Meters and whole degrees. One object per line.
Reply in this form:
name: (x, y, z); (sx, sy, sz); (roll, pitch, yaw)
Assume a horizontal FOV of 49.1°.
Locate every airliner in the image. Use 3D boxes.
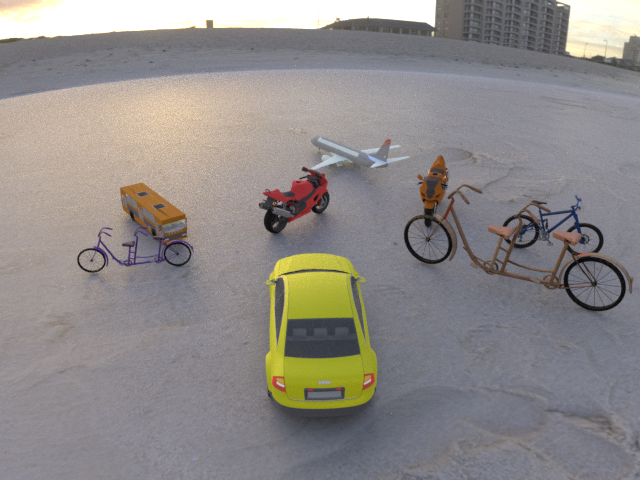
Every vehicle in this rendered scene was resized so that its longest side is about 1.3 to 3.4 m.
airliner: (0.572, -1.907, 13.948); (2.257, 0.835, 2.541); (-19, 32, -33)

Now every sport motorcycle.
sport motorcycle: (-0.367, -0.657, 11.449); (0.506, 0.821, 1.520); (22, 34, 37)
sport motorcycle: (1.927, -0.839, 11.815); (0.506, 0.821, 1.520); (7, 27, 14)

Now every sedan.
sedan: (-0.029, 0.857, 8.270); (1.235, 0.940, 3.137); (-1, 26, -2)

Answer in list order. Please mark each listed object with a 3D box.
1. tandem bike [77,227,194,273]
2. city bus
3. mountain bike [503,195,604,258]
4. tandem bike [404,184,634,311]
tandem bike: (-2.650, 0.123, 10.038); (1.642, 0.682, 0.283); (-4, 27, -9)
city bus: (-2.727, -0.437, 11.414); (0.476, 0.460, 1.674); (-18, 32, -32)
mountain bike: (3.489, -0.200, 10.477); (1.469, 0.868, 0.573); (9, 28, 18)
tandem bike: (2.580, 0.050, 9.461); (3.192, 1.326, 0.550); (16, 31, 29)
